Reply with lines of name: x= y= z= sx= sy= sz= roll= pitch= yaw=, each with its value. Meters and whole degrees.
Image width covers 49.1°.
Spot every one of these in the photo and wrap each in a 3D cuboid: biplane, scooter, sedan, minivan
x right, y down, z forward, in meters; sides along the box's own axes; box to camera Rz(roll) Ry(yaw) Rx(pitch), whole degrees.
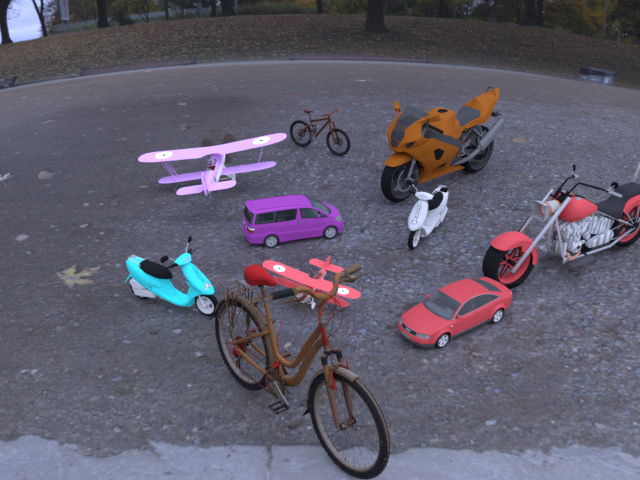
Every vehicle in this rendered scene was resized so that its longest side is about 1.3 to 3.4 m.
biplane: x=-1.871 y=-1.210 z=11.997 sx=2.598 sy=0.981 sz=2.120 roll=0 pitch=28 yaw=0
scooter: x=-1.911 y=0.453 z=8.888 sx=1.399 sy=0.919 sz=0.662 roll=11 pitch=30 yaw=21
sedan: x=1.677 y=0.830 z=8.636 sx=1.613 sy=0.483 sz=0.635 roll=-18 pitch=33 yaw=-30
minivan: x=-0.403 y=-0.343 z=10.734 sx=1.548 sy=0.616 sz=0.681 roll=-9 pitch=29 yaw=-16
biplane: x=-0.054 y=0.556 z=9.139 sx=1.336 sy=0.504 sz=1.090 roll=11 pitch=29 yaw=20
scooter: x=1.661 y=-0.493 z=10.694 sx=0.662 sy=0.919 sz=1.399 roll=15 pitch=31 yaw=26

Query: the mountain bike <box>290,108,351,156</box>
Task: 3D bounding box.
mountain bike: x=-0.016 y=-2.188 z=13.986 sx=1.469 sy=0.868 sz=0.573 roll=18 pitch=33 yaw=31

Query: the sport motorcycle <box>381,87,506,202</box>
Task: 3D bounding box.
sport motorcycle: x=2.147 y=-1.707 z=12.282 sx=2.955 sy=1.596 sz=0.983 roll=-22 pitch=35 yaw=-36

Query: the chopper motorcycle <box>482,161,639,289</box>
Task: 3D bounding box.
chopper motorcycle: x=3.544 y=-0.297 z=9.716 sx=3.040 sy=1.480 sz=0.906 roll=-14 pitch=31 yaw=-25

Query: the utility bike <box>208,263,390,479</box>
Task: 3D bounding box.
utility bike: x=-0.238 y=0.995 z=6.861 sx=1.039 sy=1.839 sz=2.791 roll=-22 pitch=35 yaw=-35
